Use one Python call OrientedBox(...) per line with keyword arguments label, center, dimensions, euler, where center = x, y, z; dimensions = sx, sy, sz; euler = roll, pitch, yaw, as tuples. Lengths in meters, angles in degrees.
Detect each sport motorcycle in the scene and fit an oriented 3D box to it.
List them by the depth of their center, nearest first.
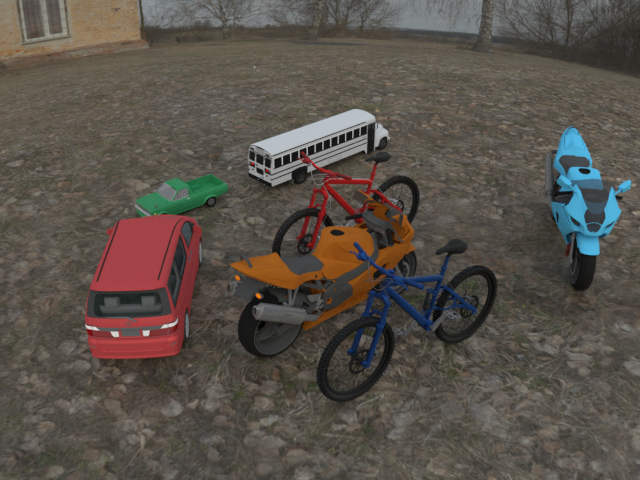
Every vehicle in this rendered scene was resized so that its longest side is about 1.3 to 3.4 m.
OrientedBox(label="sport motorcycle", center=(0.168, 0.438, 9.003), dimensions=(2.955, 1.596, 0.983), euler=(-21, 36, -32))
OrientedBox(label="sport motorcycle", center=(3.914, -0.543, 10.680), dimensions=(0.983, 1.596, 2.955), euler=(5, 31, 8))

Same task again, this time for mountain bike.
OrientedBox(label="mountain bike", center=(1.124, 0.826, 8.249), dimensions=(2.857, 1.688, 1.114), euler=(-21, 36, -31))
OrientedBox(label="mountain bike", center=(0.464, -0.490, 10.500), dimensions=(2.857, 1.688, 1.114), euler=(-21, 36, -32))

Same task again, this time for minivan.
OrientedBox(label="minivan", center=(-2.312, 0.358, 9.535), dimensions=(1.324, 1.197, 3.011), euler=(-2, 30, -3))

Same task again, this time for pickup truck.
OrientedBox(label="pickup truck", center=(-2.398, -0.790, 12.178), dimensions=(1.603, 0.511, 0.640), euler=(-23, 38, -34))

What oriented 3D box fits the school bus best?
OrientedBox(label="school bus", center=(0.091, -1.862, 13.682), dimensions=(3.322, 0.844, 0.709), euler=(-26, 39, -37))
